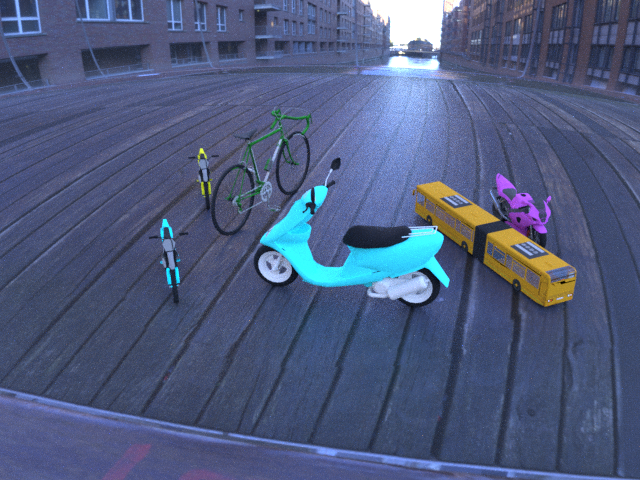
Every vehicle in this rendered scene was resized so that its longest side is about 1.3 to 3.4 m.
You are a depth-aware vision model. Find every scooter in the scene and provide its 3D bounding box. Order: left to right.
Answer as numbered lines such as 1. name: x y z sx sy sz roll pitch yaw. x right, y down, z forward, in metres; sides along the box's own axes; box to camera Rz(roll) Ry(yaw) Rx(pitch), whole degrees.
1. scooter: 0.378 -0.023 9.281 2.721 1.786 1.288 8 28 14

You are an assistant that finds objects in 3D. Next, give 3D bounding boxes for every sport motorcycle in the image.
1. sport motorcycle: 3.180 -0.449 11.151 0.506 0.821 1.520 -8 28 -15

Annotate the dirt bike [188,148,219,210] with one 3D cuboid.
1. dirt bike: -2.052 -1.154 12.471 0.527 0.857 1.493 -5 28 -10

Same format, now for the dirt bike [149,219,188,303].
1. dirt bike: -2.094 0.228 9.806 0.527 0.857 1.493 -7 28 -13

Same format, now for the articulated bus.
1. articulated bus: 2.512 -0.051 10.665 0.605 0.561 3.401 -12 30 -21

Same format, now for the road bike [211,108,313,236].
1. road bike: -0.924 -1.224 11.739 0.696 1.656 3.004 14 31 26
